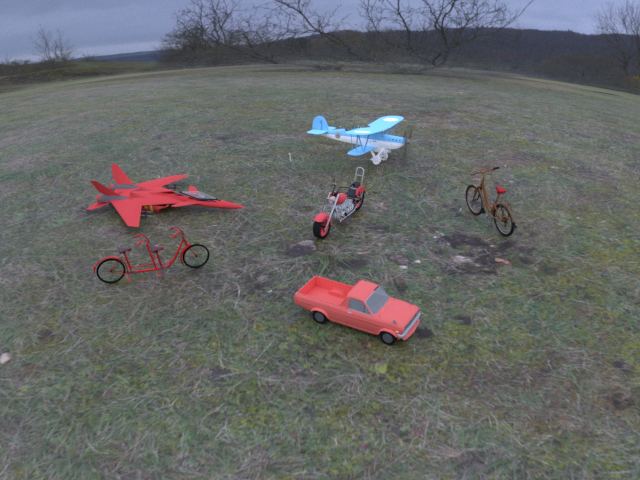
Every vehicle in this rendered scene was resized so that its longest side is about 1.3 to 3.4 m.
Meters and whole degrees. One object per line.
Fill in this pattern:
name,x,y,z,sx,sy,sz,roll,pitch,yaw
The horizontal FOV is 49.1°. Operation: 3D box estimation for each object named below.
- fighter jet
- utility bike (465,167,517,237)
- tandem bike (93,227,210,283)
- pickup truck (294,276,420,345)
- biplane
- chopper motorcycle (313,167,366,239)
fighter jet,-2.573,-0.822,12.096,2.640,0.557,2.229,5,28,10
utility bike,2.728,-0.654,11.351,0.535,0.946,1.435,-10,29,-19
tandem bike,-2.392,0.213,9.964,1.642,0.682,0.283,-10,29,-18
pickup truck,0.472,0.820,8.980,1.603,0.511,0.640,14,31,26
biplane,0.828,-2.088,14.078,2.120,0.981,2.598,11,29,21
chopper motorcycle,0.330,-0.620,11.485,0.466,0.761,1.563,15,31,27
